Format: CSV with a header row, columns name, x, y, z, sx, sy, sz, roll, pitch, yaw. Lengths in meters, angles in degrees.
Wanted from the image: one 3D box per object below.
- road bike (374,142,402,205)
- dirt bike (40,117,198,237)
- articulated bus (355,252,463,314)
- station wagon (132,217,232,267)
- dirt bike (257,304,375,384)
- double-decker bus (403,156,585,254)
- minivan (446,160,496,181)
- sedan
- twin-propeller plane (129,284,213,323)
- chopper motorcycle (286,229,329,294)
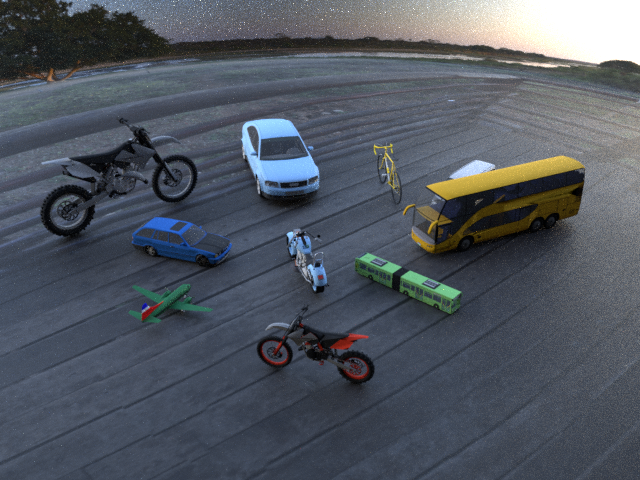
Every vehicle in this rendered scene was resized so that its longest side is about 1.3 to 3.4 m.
name,x,y,z,sx,sy,sz,roll,pitch,yaw
road bike,1.295,-1.277,13.088,0.358,0.852,1.545,-6,29,-10
dirt bike,-3.406,-1.129,11.971,2.903,1.666,1.024,-22,35,-34
articulated bus,1.263,0.612,10.236,1.749,0.289,0.311,23,36,35
station wagon,-2.202,-0.010,11.175,1.597,0.473,0.682,10,30,18
dirt bike,-0.068,1.287,8.417,1.493,0.857,0.527,8,30,14
double-decker bus,2.958,-0.595,11.639,3.251,1.052,0.756,-13,32,-23
minivan,2.629,-0.926,12.693,0.681,0.616,1.548,22,35,34
sedan,-0.826,-1.740,13.838,1.235,0.940,3.137,-7,30,-12
twin-propeller plane,-2.123,0.828,9.720,1.370,0.407,1.095,14,32,23
chopper motorcycle,-0.228,0.190,10.513,0.466,0.761,1.563,-9,30,-17
